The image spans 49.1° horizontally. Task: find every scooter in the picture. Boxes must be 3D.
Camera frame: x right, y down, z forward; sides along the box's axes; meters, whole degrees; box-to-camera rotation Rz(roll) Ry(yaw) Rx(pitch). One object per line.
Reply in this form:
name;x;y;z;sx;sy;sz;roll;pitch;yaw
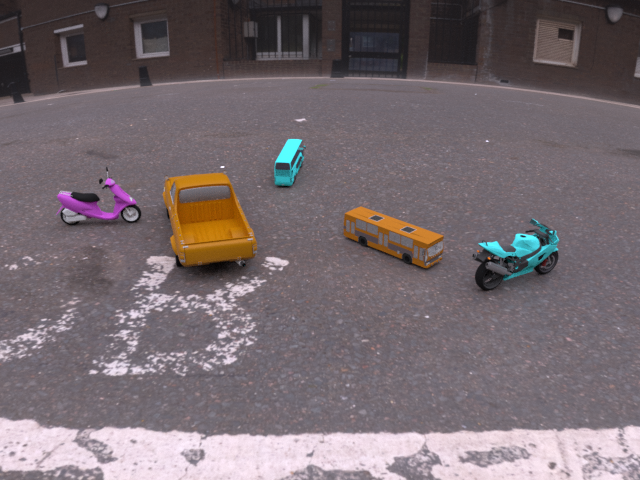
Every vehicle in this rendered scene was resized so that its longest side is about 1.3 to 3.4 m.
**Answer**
scooter;-3.752;-0.692;11.789;1.399;0.919;0.662;-2;26;-5

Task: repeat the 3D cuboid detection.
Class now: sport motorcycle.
sport motorcycle;2.838;0.228;9.991;1.520;0.821;0.506;-12;28;-24

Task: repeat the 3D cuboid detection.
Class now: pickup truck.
pickup truck;-1.835;-0.462;11.227;1.244;0.993;3.117;-7;27;-14

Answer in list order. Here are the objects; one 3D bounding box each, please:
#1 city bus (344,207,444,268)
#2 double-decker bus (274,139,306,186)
city bus;1.124;-0.042;10.968;1.674;0.460;0.476;22;34;38
double-decker bus;-0.601;-1.583;14.076;0.389;0.541;1.672;3;26;7
